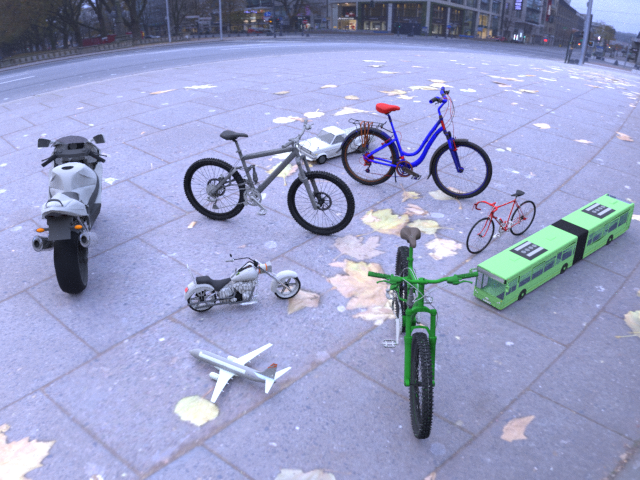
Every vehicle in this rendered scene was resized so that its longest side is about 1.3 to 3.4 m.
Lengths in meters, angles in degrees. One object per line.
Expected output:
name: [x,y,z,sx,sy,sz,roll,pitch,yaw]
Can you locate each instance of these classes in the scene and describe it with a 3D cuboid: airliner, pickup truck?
airliner: [-1.016,1.402,8.119,1.307,0.429,1.161,16,34,26]
pickup truck: [0.337,-1.958,13.825,1.603,0.511,0.640,-19,35,-30]

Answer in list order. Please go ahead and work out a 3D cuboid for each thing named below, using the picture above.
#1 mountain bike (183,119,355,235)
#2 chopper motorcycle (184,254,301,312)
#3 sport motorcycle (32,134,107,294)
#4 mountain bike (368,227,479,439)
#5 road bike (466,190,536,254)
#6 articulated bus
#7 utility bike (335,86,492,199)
mountain bike: [-0.841,-0.946,10.910,2.857,1.688,1.114,8,31,14]
chopper motorcycle: [-1.022,0.541,9.272,1.563,0.761,0.466,-9,31,-15]
sport motorcycle: [-3.583,-0.490,10.216,0.983,1.596,2.955,-6,31,-9]
mountain bike: [1.041,0.802,7.899,1.114,1.688,2.857,0,30,0]
road bike: [2.789,-0.312,10.650,1.545,0.852,0.358,-20,36,-30]
articulated bus: [3.487,0.097,10.235,3.401,0.561,0.605,-23,37,-34]
utility bike: [1.631,-1.734,12.116,2.791,1.839,1.039,10,32,17]
